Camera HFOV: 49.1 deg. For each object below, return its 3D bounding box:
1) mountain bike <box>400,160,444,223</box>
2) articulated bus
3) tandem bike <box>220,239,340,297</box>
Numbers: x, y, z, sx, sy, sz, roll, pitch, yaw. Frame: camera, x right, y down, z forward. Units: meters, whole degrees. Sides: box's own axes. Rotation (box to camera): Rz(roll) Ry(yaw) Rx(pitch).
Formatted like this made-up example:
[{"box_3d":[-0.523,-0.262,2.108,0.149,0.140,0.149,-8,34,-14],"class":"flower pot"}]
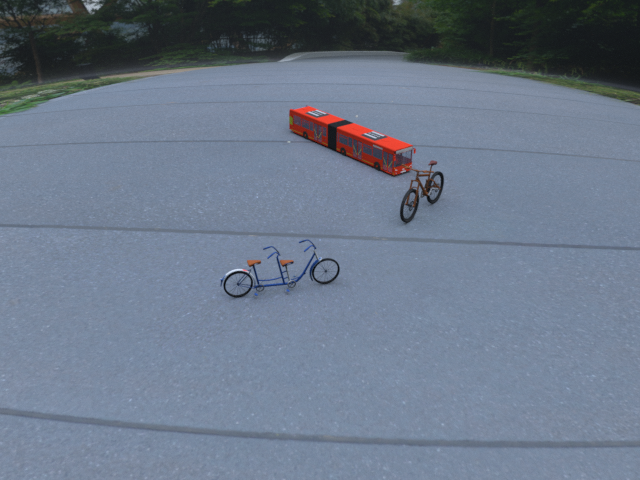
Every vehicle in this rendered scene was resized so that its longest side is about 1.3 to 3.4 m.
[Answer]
[{"box_3d":[1.701,-0.862,11.525,0.573,0.868,1.469,18,32,31],"class":"mountain bike"},{"box_3d":[0.547,-2.072,14.198,0.605,0.561,3.401,-20,33,-33],"class":"articulated bus"},{"box_3d":[-0.518,0.382,9.322,1.642,0.682,0.283,-8,28,-14],"class":"tandem bike"}]
